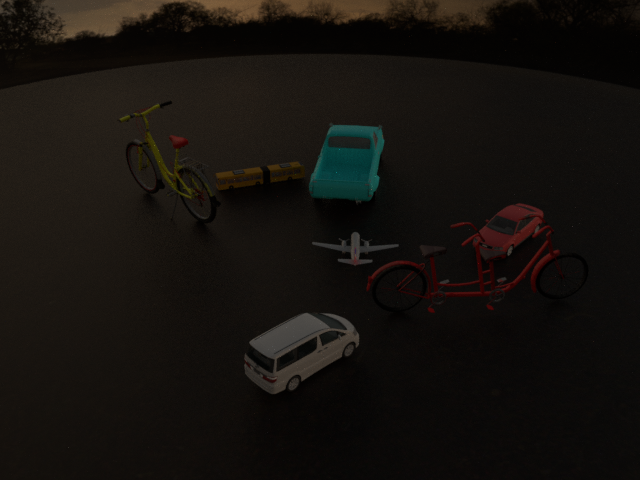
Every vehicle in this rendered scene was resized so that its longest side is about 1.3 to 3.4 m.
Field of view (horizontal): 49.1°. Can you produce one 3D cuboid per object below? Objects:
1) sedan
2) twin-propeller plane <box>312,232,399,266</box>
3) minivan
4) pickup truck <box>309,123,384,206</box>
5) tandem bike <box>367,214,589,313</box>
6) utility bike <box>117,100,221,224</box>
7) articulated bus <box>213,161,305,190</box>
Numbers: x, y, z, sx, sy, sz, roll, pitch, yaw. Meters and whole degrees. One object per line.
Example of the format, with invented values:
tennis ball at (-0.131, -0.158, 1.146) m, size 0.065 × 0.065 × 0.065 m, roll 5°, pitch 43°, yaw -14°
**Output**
sedan at (3.104, -0.217, 11.501) m, size 0.635 × 0.483 × 1.613 m, roll 23°, pitch 37°, yaw 35°
twin-propeller plane at (0.557, 0.090, 11.033) m, size 1.370 × 0.407 × 1.095 m, roll 1°, pitch 29°, yaw 3°
minivan at (-0.190, 1.295, 8.687) m, size 1.548 × 0.616 × 0.681 m, roll -25°, pitch 38°, yaw -36°
pickup truck at (0.564, -1.593, 13.422) m, size 1.244 × 0.993 × 3.117 m, roll 4°, pitch 30°, yaw 7°
tandem bike at (2.219, 0.355, 9.629) m, size 3.192 × 1.326 × 0.550 m, roll -4°, pitch 30°, yaw -6°
utility bike at (-2.720, -1.338, 12.109) m, size 2.791 × 1.839 × 1.039 m, roll 26°, pitch 39°, yaw 38°
articulated bus at (-1.158, -1.244, 13.519) m, size 1.749 × 0.289 × 0.311 m, roll -10°, pitch 31°, yaw -17°
